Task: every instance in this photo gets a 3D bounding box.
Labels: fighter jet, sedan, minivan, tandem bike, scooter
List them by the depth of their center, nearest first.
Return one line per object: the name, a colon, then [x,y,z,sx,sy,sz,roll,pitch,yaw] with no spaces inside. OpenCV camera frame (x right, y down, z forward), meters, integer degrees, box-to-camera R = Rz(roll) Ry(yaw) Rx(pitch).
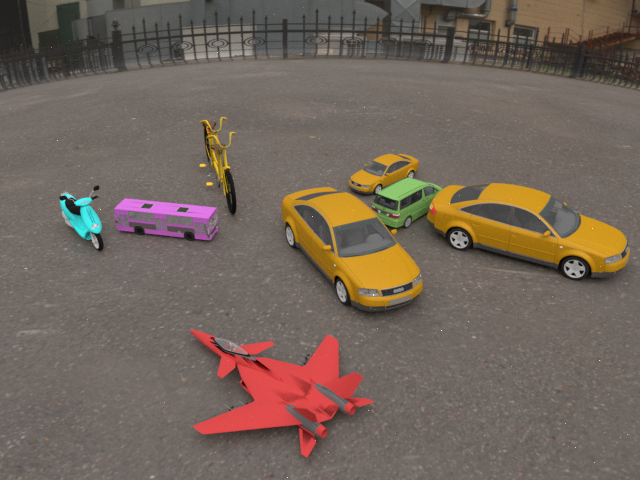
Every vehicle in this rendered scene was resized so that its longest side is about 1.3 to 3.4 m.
fighter jet: [-0.730,1.473,8.364,2.640,0.557,2.229,24,37,36]
sedan: [0.414,-0.032,10.644,1.235,0.940,3.137,-13,32,-22]
sedan: [3.260,-0.270,11.065,3.137,0.940,1.235,16,33,26]
scooter: [-3.903,-0.440,11.388,0.662,0.919,1.399,-23,37,-35]
minivan: [1.574,-0.726,12.205,0.681,0.616,1.548,24,37,36]
tandem bike: [-1.911,-1.627,13.080,0.550,1.326,3.192,-8,31,-15]
sedan: [1.226,-1.317,13.387,1.613,0.483,0.635,-25,38,-37]

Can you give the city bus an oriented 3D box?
city bus: [-2.550,-0.328,11.657,1.674,0.460,0.476,6,30,11]
